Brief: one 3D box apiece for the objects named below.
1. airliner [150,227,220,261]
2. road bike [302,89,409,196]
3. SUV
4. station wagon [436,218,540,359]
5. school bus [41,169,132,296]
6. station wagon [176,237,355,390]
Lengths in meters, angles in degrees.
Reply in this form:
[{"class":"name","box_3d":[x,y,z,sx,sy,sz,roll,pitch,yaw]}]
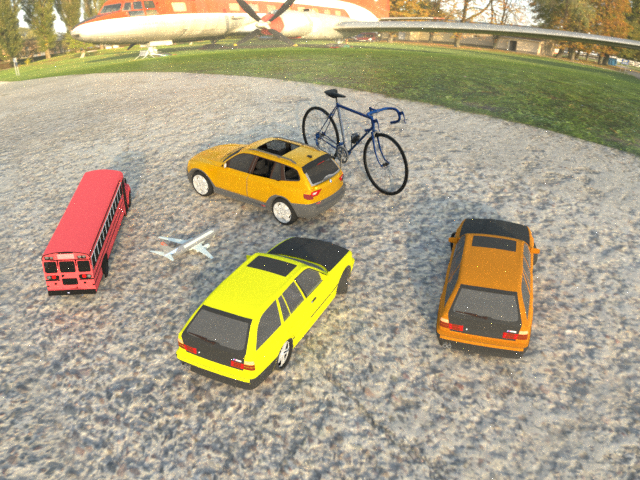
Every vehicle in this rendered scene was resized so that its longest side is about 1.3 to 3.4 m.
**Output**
[{"class":"airliner","box_3d":[-2.033,-0.029,11.039,1.161,0.429,1.307,19,35,30]},{"class":"road bike","box_3d":[0.591,-1.932,13.129,0.696,1.656,3.004,-22,36,-33]},{"class":"SUV","box_3d":[-1.008,-1.234,12.440,3.058,1.128,1.276,20,35,30]},{"class":"station wagon","box_3d":[2.389,0.399,9.798,1.327,0.920,3.105,8,31,13]},{"class":"school bus","box_3d":[-3.577,-0.278,11.057,0.709,0.844,3.322,-2,30,-4]},{"class":"station wagon","box_3d":[-0.588,0.687,9.295,1.327,0.920,3.105,14,33,22]}]
